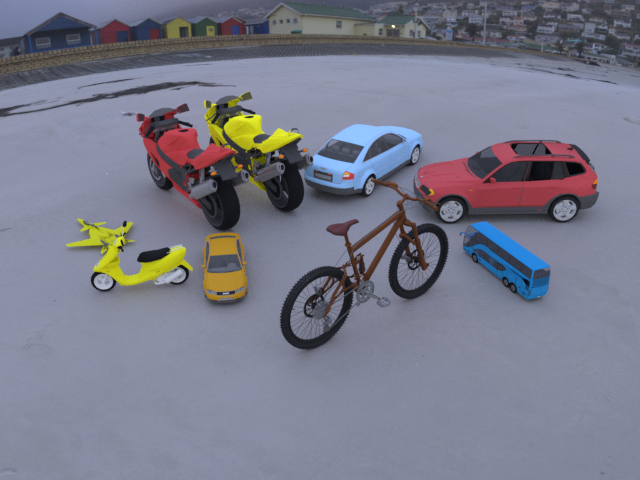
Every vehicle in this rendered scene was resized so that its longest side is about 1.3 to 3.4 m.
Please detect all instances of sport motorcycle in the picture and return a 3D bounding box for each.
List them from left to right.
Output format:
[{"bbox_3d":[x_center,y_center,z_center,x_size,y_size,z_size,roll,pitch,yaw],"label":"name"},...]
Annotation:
[{"bbox_3d":[-2.222,-1.265,11.807,0.983,1.596,2.955,-21,35,-33],"label":"sport motorcycle"},{"bbox_3d":[-1.201,-1.600,12.431,0.983,1.596,2.955,-20,34,-32],"label":"sport motorcycle"}]

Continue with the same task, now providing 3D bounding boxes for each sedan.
[{"bbox_3d":[-1.372,0.328,10.025,0.635,0.483,1.613,-4,29,-7],"label":"sedan"},{"bbox_3d":[0.909,-1.698,13.305,1.235,0.940,3.137,18,33,30],"label":"sedan"}]

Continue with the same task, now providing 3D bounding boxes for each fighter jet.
[{"bbox_3d":[-3.580,-0.200,11.211,1.147,0.286,1.358,-25,37,-38],"label":"fighter jet"}]

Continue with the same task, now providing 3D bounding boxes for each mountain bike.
[{"bbox_3d":[0.661,0.295,8.815,2.857,1.688,1.114,-21,35,-34],"label":"mountain bike"}]

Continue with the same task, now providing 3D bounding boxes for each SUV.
[{"bbox_3d":[3.138,-1.046,11.895,3.058,1.128,1.276,-1,28,-1],"label":"SUV"}]

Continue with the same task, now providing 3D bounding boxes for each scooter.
[{"bbox_3d":[-2.492,0.262,9.687,1.399,0.919,0.662,-5,29,-9],"label":"scooter"}]

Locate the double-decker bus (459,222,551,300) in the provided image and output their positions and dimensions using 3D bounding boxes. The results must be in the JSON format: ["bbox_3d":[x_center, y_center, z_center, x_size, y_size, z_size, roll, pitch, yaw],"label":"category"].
[{"bbox_3d":[2.644,0.251,10.106,0.389,0.541,1.672,-12,30,-21],"label":"double-decker bus"}]
